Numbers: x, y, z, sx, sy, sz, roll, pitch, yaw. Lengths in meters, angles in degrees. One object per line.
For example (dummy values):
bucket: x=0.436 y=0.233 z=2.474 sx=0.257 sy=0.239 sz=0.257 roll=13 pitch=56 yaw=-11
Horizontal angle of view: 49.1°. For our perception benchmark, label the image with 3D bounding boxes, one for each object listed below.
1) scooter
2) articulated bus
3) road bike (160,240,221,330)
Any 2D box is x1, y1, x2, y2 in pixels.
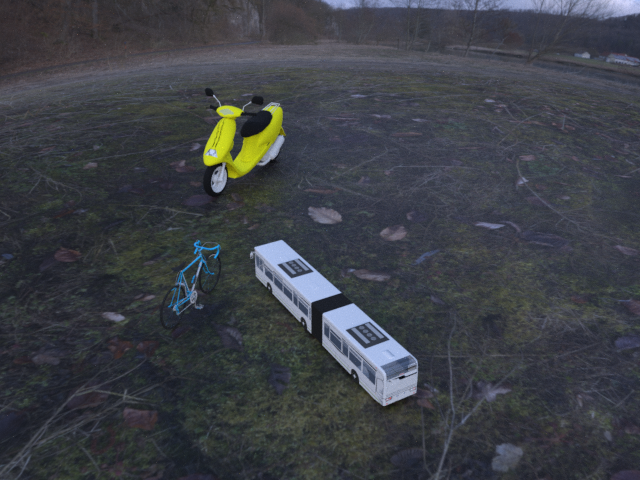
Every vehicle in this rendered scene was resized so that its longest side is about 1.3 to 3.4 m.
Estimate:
scooter: x=-1.441 y=-2.048 z=13.462 sx=1.288 sy=1.786 sz=2.721 roll=14 pitch=31 yaw=25
articulated bus: x=0.068 y=0.943 z=9.180 sx=0.605 sy=0.561 sz=3.401 roll=-15 pitch=32 yaw=-26
road bike: x=-1.752 y=0.570 z=9.567 sx=0.358 sy=0.852 sz=1.545 roll=11 pitch=30 yaw=20
